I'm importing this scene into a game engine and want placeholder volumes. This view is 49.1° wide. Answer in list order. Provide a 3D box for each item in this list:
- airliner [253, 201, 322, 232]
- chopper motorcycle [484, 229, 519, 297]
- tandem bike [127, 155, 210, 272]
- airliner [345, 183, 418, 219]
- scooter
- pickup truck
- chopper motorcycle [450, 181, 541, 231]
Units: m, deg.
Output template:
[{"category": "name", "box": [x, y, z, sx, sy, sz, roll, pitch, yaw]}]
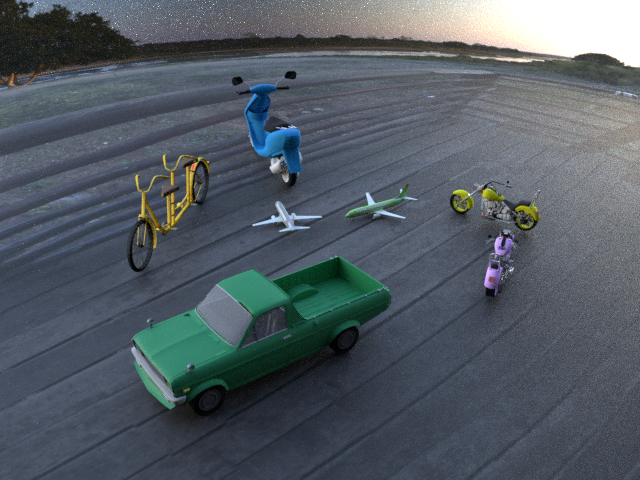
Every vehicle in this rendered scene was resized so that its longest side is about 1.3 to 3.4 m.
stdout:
[{"category": "airliner", "box": [-0.573, -0.463, 11.564, 1.161, 0.429, 1.307, -8, 29, -14]}, {"category": "chopper motorcycle", "box": [2.588, 0.206, 9.972, 0.466, 0.761, 1.563, 11, 30, 20]}, {"category": "tandem bike", "box": [-2.339, -0.709, 11.077, 0.550, 1.326, 3.192, 6, 29, 11]}, {"category": "airliner", "box": [0.993, -0.651, 11.914, 1.307, 0.429, 1.161, -15, 32, -25]}, {"category": "scooter", "box": [-0.934, -2.212, 13.384, 1.288, 1.786, 2.721, -11, 30, -19]}, {"category": "pickup truck", "box": [-0.639, 0.939, 8.363, 3.117, 0.993, 1.244, -19, 34, -31]}, {"category": "chopper motorcycle", "box": [2.882, -0.643, 11.549, 1.563, 0.761, 0.466, 20, 34, 32]}]
